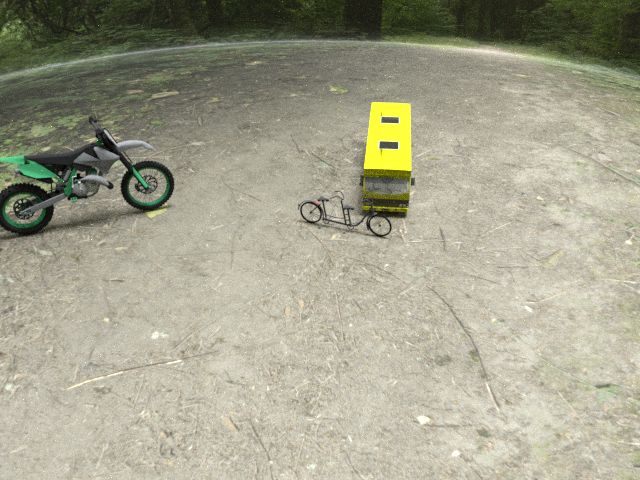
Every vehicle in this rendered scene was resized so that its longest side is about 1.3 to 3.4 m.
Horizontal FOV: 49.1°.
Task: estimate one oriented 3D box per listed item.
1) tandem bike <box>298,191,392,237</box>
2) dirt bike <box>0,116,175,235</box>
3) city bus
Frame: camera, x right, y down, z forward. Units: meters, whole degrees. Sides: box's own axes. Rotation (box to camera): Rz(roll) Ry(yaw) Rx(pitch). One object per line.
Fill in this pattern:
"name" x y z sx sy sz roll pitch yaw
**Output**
"tandem bike" 0.392 -0.471 11.440 1.642 0.682 0.283 12 33 19
"dirt bike" -3.854 -1.037 11.428 2.903 1.666 1.024 -13 33 -20
"city bus" 1.278 -1.598 13.119 0.926 0.894 3.255 3 31 5
